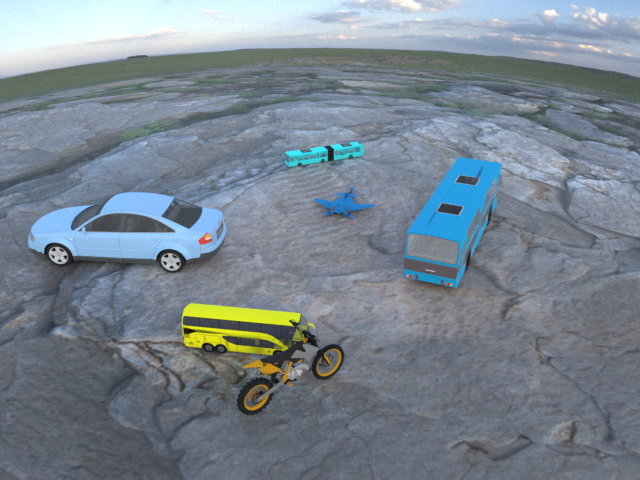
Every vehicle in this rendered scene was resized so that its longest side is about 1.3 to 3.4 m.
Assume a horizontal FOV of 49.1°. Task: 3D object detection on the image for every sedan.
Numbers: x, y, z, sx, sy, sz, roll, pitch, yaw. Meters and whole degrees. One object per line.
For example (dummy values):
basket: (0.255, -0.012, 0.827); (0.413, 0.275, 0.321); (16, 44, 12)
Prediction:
sedan: (-3.074, -0.214, 11.104); (3.137, 0.940, 1.235); (3, 28, 5)

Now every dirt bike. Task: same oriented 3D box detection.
dirt bike: (-0.317, 1.438, 8.057); (1.493, 0.857, 0.527); (-19, 33, -32)

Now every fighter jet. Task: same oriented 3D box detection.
fighter jet: (0.477, -0.805, 12.925); (1.147, 0.286, 1.358); (7, 29, 13)

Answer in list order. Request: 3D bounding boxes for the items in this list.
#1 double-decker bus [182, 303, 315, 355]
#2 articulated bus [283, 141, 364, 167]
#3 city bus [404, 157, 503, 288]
double-decker bus: (-0.916, 1.162, 8.920); (1.672, 0.541, 0.389); (4, 28, 8)
articulated bus: (0.091, -1.825, 14.857); (1.749, 0.289, 0.311); (-11, 30, -20)
city bus: (2.232, -0.347, 11.403); (0.926, 0.894, 3.255); (11, 30, 20)
